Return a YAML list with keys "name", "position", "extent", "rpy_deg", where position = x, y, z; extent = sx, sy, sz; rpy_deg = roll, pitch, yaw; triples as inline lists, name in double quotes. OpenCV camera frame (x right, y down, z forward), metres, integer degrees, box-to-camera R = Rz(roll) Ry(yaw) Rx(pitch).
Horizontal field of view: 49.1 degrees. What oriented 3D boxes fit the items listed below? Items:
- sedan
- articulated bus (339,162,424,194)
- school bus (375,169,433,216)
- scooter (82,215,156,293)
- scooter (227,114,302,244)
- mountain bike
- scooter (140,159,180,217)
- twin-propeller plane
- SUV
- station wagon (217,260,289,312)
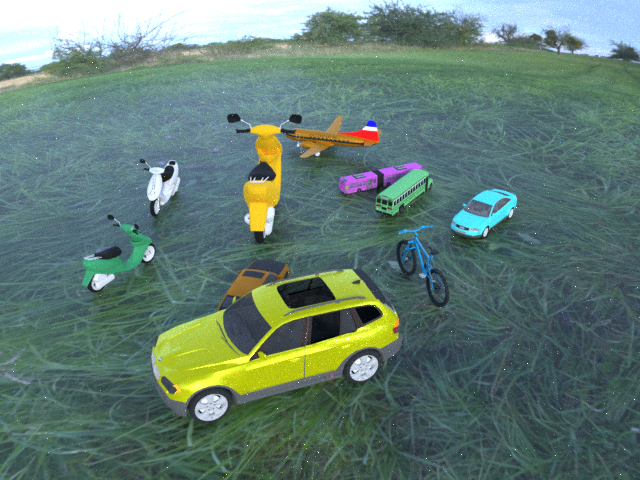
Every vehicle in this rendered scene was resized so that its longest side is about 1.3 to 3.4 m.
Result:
- name: "sedan"
  position: [2.866, -0.517, 12.179]
  extent: [0.635, 0.483, 1.613]
  rpy_deg: [22, 36, 34]
- name: "articulated bus"
  position: [1.203, -1.209, 13.630]
  extent: [1.749, 0.289, 0.311]
  rpy_deg: [-14, 32, -23]
- name: "school bus"
  position: [1.598, -0.915, 12.948]
  extent: [0.365, 0.434, 1.708]
  rpy_deg: [18, 34, 29]
- name: "scooter"
  position: [-3.017, 0.164, 10.499]
  extent: [0.662, 0.919, 1.399]
  rpy_deg: [18, 34, 29]
- name: "scooter"
  position: [-0.956, -1.210, 12.086]
  extent: [1.288, 1.786, 2.721]
  rpy_deg: [1, 29, 1]
- name: "mountain bike"
  position: [1.494, 0.339, 10.234]
  extent: [0.573, 0.868, 1.469]
  rpy_deg: [-11, 31, -20]
- name: "scooter"
  position: [-2.862, -1.094, 12.772]
  extent: [0.662, 0.919, 1.399]
  rpy_deg: [4, 29, 7]
- name: "twin-propeller plane"
  position: [0.239, -2.284, 15.053]
  extent: [2.129, 0.792, 2.663]
  rpy_deg: [9, 30, 16]
- name: "SUV"
  position: [-0.511, 1.154, 8.493]
  extent: [3.058, 1.128, 1.276]
  rpy_deg: [-11, 31, -19]
- name: "station wagon"
  position: [-0.930, 0.672, 10.041]
  extent: [0.682, 0.473, 1.597]
  rpy_deg: [8, 30, 14]
